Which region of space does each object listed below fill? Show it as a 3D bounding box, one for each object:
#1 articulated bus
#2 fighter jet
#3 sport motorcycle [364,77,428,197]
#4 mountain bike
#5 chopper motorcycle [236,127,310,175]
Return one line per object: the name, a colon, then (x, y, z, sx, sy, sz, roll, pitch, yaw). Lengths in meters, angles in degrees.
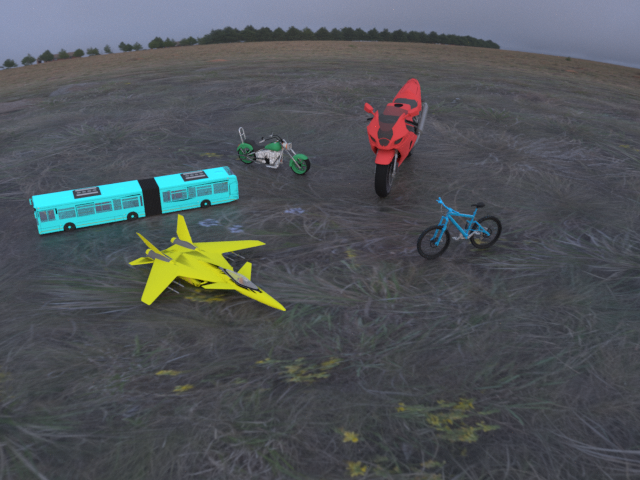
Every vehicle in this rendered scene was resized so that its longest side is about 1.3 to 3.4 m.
articulated bus: (-3.097, -0.702, 11.929, 3.401, 0.561, 0.605, -11, 30, -20)
fighter jet: (-1.464, 0.378, 9.921, 2.640, 0.557, 2.229, 22, 35, 35)
sport motorcycle: (1.468, -1.995, 13.242, 0.983, 1.596, 2.955, 8, 29, 15)
mountain bike: (2.140, -0.179, 10.631, 1.469, 0.868, 0.573, -10, 30, -18)
chopper motorcycle: (-0.922, -1.733, 13.638, 1.563, 0.761, 0.466, 12, 30, 21)
